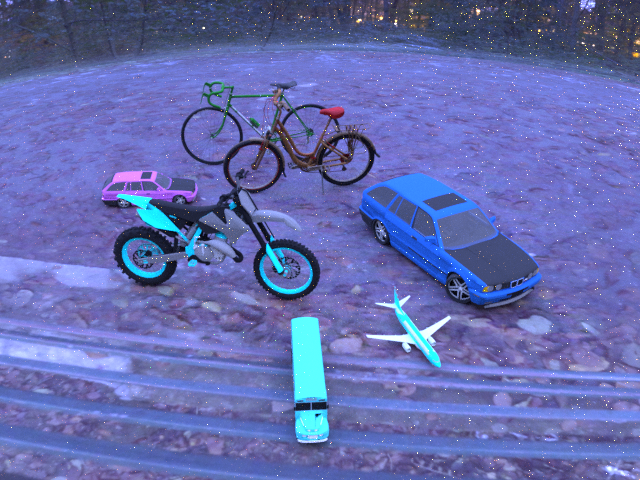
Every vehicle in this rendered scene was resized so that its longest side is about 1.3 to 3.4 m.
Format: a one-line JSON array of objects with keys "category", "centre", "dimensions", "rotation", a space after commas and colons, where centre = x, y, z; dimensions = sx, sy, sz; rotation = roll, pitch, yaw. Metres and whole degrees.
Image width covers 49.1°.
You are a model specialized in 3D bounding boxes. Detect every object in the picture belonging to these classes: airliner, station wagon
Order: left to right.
[{"category": "station wagon", "centre": [-2.921, -0.904, 12.047], "dimensions": [1.597, 0.473, 0.682], "rotation": [-2, 30, -4]}, {"category": "airliner", "centre": [1.173, 1.073, 8.636], "dimensions": [1.161, 0.429, 1.307], "rotation": [-10, 31, -17]}, {"category": "station wagon", "centre": [1.832, -0.139, 10.260], "dimensions": [1.327, 0.920, 3.105], "rotation": [-16, 33, -26]}]

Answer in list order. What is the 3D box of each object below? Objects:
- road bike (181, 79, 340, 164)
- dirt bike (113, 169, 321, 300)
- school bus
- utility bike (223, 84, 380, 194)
[{"category": "road bike", "centre": [-1.112, -2.206, 13.131], "dimensions": [3.004, 1.656, 0.697], "rotation": [-2, 30, -4]}, {"category": "dirt bike", "centre": [-1.420, -0.019, 9.299], "dimensions": [2.903, 1.666, 1.024], "rotation": [5, 30, 9]}, {"category": "school bus", "centre": [-0.130, 1.531, 7.832], "dimensions": [0.365, 0.434, 1.708], "rotation": [-2, 30, -3]}, {"category": "utility bike", "centre": [-0.272, -1.642, 11.962], "dimensions": [2.791, 1.839, 1.039], "rotation": [-6, 30, -10]}]
